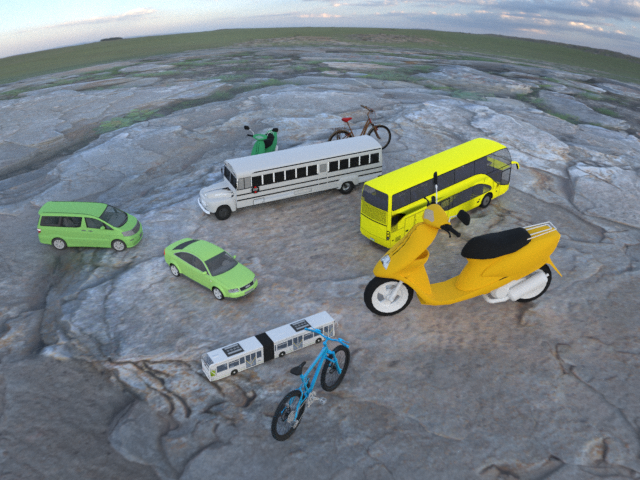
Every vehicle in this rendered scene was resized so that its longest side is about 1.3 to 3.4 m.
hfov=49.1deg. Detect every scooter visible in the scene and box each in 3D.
[{"bbox_3d":[1.916,0.147,9.111,2.721,1.786,1.288,-5,30,-8],"label":"scooter"},{"bbox_3d":[-1.057,-1.771,13.284,0.662,0.919,1.399,6,31,10],"label":"scooter"}]

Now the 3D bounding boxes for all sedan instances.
[{"bbox_3d":[-1.581,0.359,10.045,1.613,0.483,0.635,23,37,34],"label":"sedan"}]

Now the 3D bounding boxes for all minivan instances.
[{"bbox_3d":[-3.584,-0.238,10.943,1.548,0.616,0.681,1,30,3],"label":"minivan"}]

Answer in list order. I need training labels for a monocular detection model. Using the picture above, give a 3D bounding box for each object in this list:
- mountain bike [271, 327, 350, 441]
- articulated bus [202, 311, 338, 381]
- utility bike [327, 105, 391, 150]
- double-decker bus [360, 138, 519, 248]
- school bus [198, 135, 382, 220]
[{"bbox_3d":[-0.073,1.531,7.640,0.573,0.868,1.469,19,35,29],"label":"mountain bike"},{"bbox_3d":[-0.597,1.292,8.630,1.749,0.289,0.311,-17,34,-26],"label":"articulated bus"},{"bbox_3d":[0.757,-2.188,13.975,1.435,0.946,0.535,-11,32,-18],"label":"utility bike"},{"bbox_3d":[2.017,-0.851,11.565,3.251,1.052,0.756,-24,38,-35],"label":"double-decker bus"},{"bbox_3d":[-0.501,-1.131,12.255,3.322,0.844,0.709,-13,33,-22],"label":"school bus"}]
